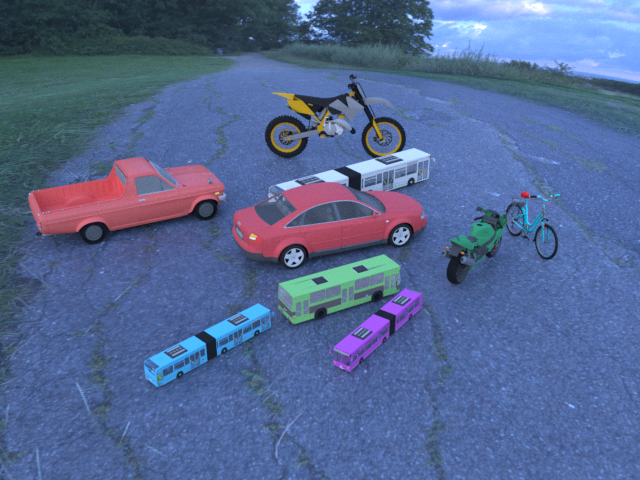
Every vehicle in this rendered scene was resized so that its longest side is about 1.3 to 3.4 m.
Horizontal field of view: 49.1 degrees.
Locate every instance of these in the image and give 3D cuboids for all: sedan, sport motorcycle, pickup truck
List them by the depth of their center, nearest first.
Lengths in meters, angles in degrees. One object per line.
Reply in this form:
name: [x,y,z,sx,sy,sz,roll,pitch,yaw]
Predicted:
sport motorcycle: [2.276,0.066,10.171,0.506,0.821,1.520,21,33,35]
sedan: [0.201,-0.374,10.911,3.137,0.940,1.235,-11,29,-20]
pickup truck: [-3.165,-0.765,11.628,3.117,0.993,1.244,-14,30,-25]

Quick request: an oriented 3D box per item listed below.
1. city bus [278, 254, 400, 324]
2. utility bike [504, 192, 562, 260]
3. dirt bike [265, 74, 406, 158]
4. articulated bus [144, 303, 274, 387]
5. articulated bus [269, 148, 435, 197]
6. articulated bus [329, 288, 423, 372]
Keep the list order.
city bus: [0.277,0.663,9.387,1.674,0.460,0.476,-14,30,-26]
utility bike: [3.324,-0.349,10.855,0.535,0.946,1.435,-8,28,-16]
dirt bike: [0.306,-2.435,14.193,2.903,1.666,1.024,2,27,4]
articulated bus: [-1.299,1.238,8.437,0.311,0.289,1.749,24,35,39]
articulated bus: [0.633,-1.040,12.654,3.401,0.561,0.605,-18,32,-32]
articulated bus: [0.748,1.085,8.741,0.311,0.289,1.749,18,32,32]
